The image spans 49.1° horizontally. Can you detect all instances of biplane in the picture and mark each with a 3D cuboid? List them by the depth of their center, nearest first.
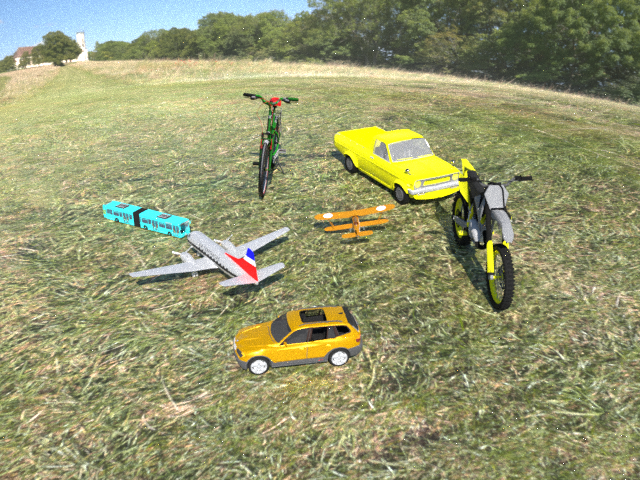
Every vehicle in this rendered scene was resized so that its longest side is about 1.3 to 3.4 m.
[{"bbox_3d":[0.574,-0.268,11.560,1.336,0.504,1.090,0,26,0],"label":"biplane"}]

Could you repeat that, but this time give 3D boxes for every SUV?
[{"bbox_3d":[-0.269,1.170,8.503,1.572,0.580,0.656,-4,26,-9],"label":"SUV"}]

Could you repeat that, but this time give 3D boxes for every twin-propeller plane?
[{"bbox_3d":[-1.470,0.168,10.331,2.663,0.792,2.129,-18,31,-32],"label":"twin-propeller plane"}]

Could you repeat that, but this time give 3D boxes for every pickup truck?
[{"bbox_3d":[1.460,-1.661,13.876,1.244,0.993,3.117,-13,29,-24],"label":"pickup truck"}]

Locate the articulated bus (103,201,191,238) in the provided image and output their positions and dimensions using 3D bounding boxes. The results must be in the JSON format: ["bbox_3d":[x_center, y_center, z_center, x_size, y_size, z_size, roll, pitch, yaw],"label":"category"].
[{"bbox_3d":[-2.986,-0.364,12.006,1.749,0.289,0.311,13,29,26],"label":"articulated bus"}]

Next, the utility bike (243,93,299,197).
[{"bbox_3d":[-0.895,-2.048,13.704,1.039,1.839,2.791,1,26,3],"label":"utility bike"}]

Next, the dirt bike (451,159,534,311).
[{"bbox_3d":[2.382,-0.261,10.213,1.024,1.666,2.903,-2,26,-3],"label":"dirt bike"}]
